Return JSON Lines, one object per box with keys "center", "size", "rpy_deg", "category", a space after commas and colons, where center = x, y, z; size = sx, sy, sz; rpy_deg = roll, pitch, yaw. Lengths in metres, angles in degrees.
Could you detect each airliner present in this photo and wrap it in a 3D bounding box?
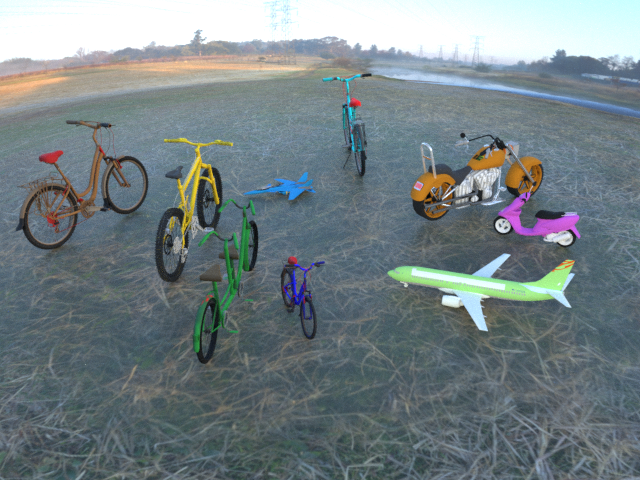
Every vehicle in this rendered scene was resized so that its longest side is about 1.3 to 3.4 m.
{"center": [2.169, 0.459, 9.675], "size": [2.541, 0.835, 2.257], "rpy_deg": [9, 27, 19], "category": "airliner"}

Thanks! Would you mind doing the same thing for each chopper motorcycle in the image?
{"center": [2.890, -1.232, 12.469], "size": [3.040, 1.480, 0.906], "rpy_deg": [-15, 29, -29], "category": "chopper motorcycle"}

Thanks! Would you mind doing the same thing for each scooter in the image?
{"center": [3.540, -0.403, 11.385], "size": [1.399, 0.919, 0.662], "rpy_deg": [13, 28, 25], "category": "scooter"}

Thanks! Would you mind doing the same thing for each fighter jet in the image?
{"center": [-0.807, -1.035, 13.442], "size": [1.358, 0.286, 1.147], "rpy_deg": [-8, 27, -15], "category": "fighter jet"}

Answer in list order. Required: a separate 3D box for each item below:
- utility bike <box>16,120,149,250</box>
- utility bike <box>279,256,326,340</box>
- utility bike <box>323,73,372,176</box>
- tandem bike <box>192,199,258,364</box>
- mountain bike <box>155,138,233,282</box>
{"center": [-3.985, -1.028, 11.625], "size": [1.039, 1.839, 2.791], "rpy_deg": [15, 29, 28], "category": "utility bike"}
{"center": [-0.251, 0.627, 9.195], "size": [0.535, 0.946, 1.435], "rpy_deg": [-9, 27, -18], "category": "utility bike"}
{"center": [0.607, -2.494, 14.697], "size": [1.039, 1.839, 2.791], "rpy_deg": [-3, 26, -6], "category": "utility bike"}
{"center": [-1.206, 0.364, 9.305], "size": [0.550, 1.326, 3.192], "rpy_deg": [3, 26, 7], "category": "tandem bike"}
{"center": [-1.990, -0.576, 10.853], "size": [1.114, 1.688, 2.857], "rpy_deg": [4, 26, 9], "category": "mountain bike"}
